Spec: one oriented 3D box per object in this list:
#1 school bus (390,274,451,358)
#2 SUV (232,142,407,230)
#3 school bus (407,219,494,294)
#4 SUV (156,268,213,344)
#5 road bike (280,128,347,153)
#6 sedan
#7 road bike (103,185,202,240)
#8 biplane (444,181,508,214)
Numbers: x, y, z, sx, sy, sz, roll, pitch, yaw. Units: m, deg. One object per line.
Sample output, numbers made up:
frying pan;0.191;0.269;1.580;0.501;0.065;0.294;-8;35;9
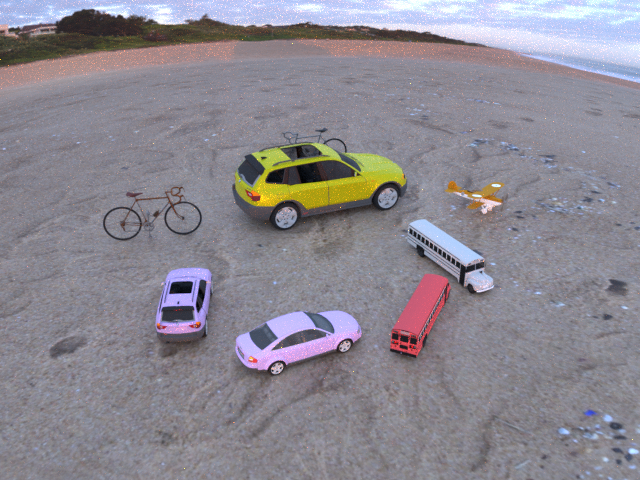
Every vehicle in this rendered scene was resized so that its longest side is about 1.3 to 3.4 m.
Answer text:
school bus;1.352;0.908;9.138;0.365;0.434;1.708;12;31;21
SUV;0.022;-1.077;12.077;3.058;1.128;1.276;-12;31;-21
school bus;1.925;0.228;10.396;0.365;0.434;1.708;-15;32;-25
SUV;-1.785;0.761;9.257;0.656;0.580;1.572;-2;28;-3
road bike;-0.194;-1.760;13.629;1.545;0.852;0.358;-10;30;-18
sedan;-0.242;1.170;8.604;1.613;0.483;0.635;-14;31;-24
road bike;-2.672;-0.417;11.148;1.545;0.852;0.358;-6;29;-10
biplane;2.726;-0.774;12.173;1.090;0.504;1.336;18;33;30
